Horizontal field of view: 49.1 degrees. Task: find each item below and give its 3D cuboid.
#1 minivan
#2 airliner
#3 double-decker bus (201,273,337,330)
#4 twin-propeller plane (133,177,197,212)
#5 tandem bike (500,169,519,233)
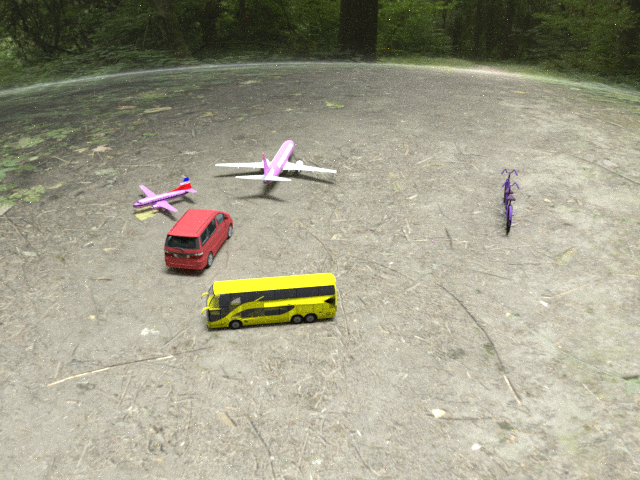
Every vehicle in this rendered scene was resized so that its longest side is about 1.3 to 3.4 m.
[{"bbox_3d":[-1.758,-0.117,10.297,0.681,0.616,1.548,5,27,10],"label":"minivan"},{"bbox_3d":[-0.775,-1.607,12.992,2.257,0.835,2.541,4,27,8],"label":"airliner"},{"bbox_3d":[-0.625,0.755,8.659,1.672,0.541,0.389,-4,27,-8],"label":"double-decker bus"},{"bbox_3d":[-2.648,-0.760,11.796,1.095,0.407,1.370,-19,33,-33],"label":"twin-propeller plane"},{"bbox_3d":[3.060,-0.692,11.358,0.283,0.682,1.642,5,27,10],"label":"tandem bike"}]
